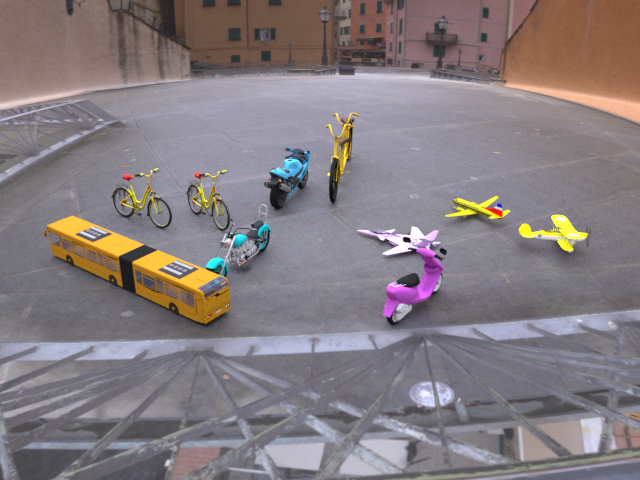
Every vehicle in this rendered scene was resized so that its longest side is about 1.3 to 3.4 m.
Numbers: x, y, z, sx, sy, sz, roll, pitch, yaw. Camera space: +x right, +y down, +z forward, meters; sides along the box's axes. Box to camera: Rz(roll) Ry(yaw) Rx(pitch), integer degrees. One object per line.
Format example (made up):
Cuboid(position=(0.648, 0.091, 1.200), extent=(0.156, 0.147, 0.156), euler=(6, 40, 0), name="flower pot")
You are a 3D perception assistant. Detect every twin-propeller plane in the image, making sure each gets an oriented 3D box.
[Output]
Cuboid(position=(2.703, -0.581, 12.042), extent=(1.370, 0.407, 1.095), euler=(-20, 32, -34), name="twin-propeller plane")

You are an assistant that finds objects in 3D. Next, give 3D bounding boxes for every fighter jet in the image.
Cuboid(position=(1.189, -0.083, 11.157), extent=(1.358, 0.286, 1.147), euler=(14, 29, 27), name="fighter jet")

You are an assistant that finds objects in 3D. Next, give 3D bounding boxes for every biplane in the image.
Cuboid(position=(3.656, -0.088, 10.918), extent=(1.090, 0.504, 1.336), euler=(3, 26, 6), name="biplane")

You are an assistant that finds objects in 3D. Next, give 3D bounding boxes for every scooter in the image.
Cuboid(position=(1.268, 0.505, 9.227), extent=(0.662, 0.919, 1.399), euler=(19, 32, 34), name="scooter")

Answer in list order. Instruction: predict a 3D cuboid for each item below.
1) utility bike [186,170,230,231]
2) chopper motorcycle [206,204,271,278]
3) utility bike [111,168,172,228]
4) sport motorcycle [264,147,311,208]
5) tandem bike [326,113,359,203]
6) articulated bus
Cuboid(position=(-1.871, -0.768, 11.812), extent=(0.535, 0.946, 1.435), euler=(-19, 32, -34), name="utility bike")
Cuboid(position=(-1.194, 0.066, 10.309), extent=(0.466, 0.761, 1.563), euler=(13, 29, 25), name="chopper motorcycle")
Cuboid(position=(-3.006, -0.761, 11.796), extent=(1.435, 0.946, 0.535), euler=(16, 30, 29), name="utility bike")
Cuboid(position=(-0.549, -1.152, 12.742), extent=(0.506, 0.821, 1.520), euler=(10, 28, 20), name="sport motorcycle")
Cuboid(position=(0.435, -1.816, 13.530), extent=(0.550, 1.326, 3.192), euler=(4, 26, 8), name="tandem bike")
Cuboid(position=(-2.670, 0.357, 9.940), extent=(3.401, 0.561, 0.605), euler=(18, 31, 33), name="articulated bus")
